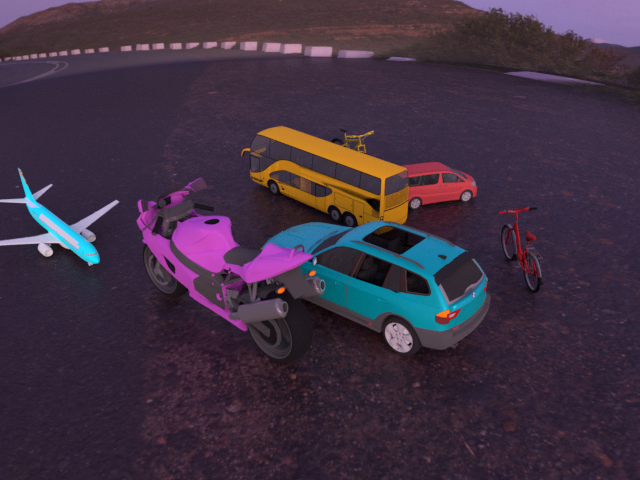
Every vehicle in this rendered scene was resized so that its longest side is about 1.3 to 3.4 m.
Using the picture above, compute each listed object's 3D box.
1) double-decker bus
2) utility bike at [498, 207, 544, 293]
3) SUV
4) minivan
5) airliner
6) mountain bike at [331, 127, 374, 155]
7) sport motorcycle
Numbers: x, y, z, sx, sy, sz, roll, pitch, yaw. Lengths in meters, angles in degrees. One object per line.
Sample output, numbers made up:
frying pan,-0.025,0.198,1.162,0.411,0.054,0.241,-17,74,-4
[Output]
double-decker bus,0.024,-1.053,11.465,0.756,1.052,3.251,-24,36,-38
utility bike,2.676,0.072,9.430,0.535,0.946,1.435,-3,28,-6
SUV,0.588,0.350,8.702,3.058,1.128,1.276,21,34,34
minivan,1.891,-0.962,11.760,1.548,0.616,0.681,-9,29,-16
airliner,-3.901,-0.342,10.340,2.257,0.835,2.541,-23,35,-37
mountain bike,0.573,-1.590,12.687,0.573,0.868,1.469,-15,31,-26
sport motorcycle,-1.189,0.333,8.232,2.955,1.596,0.983,22,35,36
